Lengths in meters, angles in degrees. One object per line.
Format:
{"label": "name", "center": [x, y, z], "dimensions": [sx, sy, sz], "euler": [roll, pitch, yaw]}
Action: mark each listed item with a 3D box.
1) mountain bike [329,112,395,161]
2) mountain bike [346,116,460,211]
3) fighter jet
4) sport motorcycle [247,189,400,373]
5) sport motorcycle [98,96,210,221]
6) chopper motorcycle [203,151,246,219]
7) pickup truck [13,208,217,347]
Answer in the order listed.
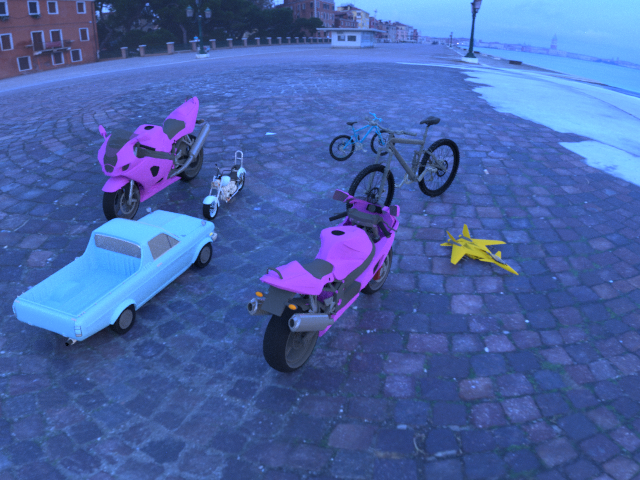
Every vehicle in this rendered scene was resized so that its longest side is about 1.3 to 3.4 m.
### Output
{"label": "mountain bike", "center": [0.881, -2.086, 14.347], "dimensions": [1.469, 0.868, 0.573], "euler": [-10, 30, -17]}
{"label": "mountain bike", "center": [1.500, -1.287, 12.026], "dimensions": [2.857, 1.688, 1.114], "euler": [-24, 36, -36]}
{"label": "fighter jet", "center": [2.545, 0.174, 10.811], "dimensions": [1.147, 0.286, 1.358], "euler": [-19, 34, -31]}
{"label": "sport motorcycle", "center": [0.191, 0.452, 8.933], "dimensions": [0.983, 1.596, 2.955], "euler": [17, 33, 29]}
{"label": "sport motorcycle", "center": [-2.926, -1.453, 12.426], "dimensions": [0.983, 1.596, 2.955], "euler": [11, 31, 20]}
{"label": "chopper motorcycle", "center": [-1.701, -0.985, 12.440], "dimensions": [0.466, 0.761, 1.563], "euler": [9, 30, 16]}
{"label": "pickup truck", "center": [-2.727, 0.328, 9.791], "dimensions": [1.244, 0.993, 3.117], "euler": [13, 31, 22]}
